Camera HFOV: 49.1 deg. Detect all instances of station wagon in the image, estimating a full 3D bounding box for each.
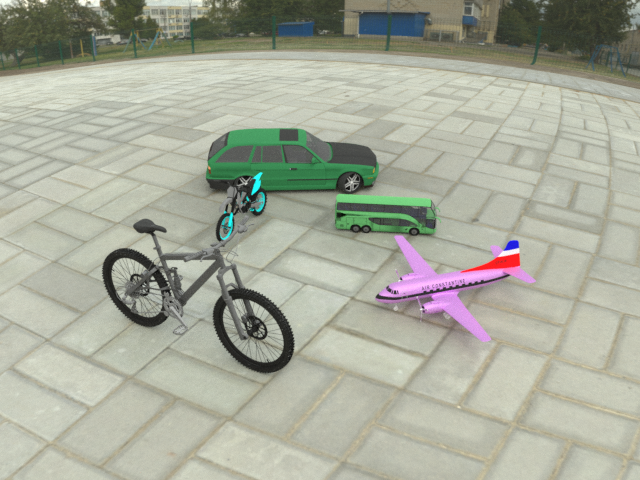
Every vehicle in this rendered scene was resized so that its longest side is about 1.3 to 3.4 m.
[{"bbox_3d":[-0.483,-1.475,12.625,3.105,0.920,1.327,-1,29,-2],"label":"station wagon"}]

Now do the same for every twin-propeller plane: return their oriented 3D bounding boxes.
[{"bbox_3d":[1.730,0.480,9.291,2.129,0.792,2.663,-9,31,-15],"label":"twin-propeller plane"}]

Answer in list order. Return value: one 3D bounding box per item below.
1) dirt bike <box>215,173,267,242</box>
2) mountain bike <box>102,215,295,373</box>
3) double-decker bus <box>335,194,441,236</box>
[{"bbox_3d":[-1.232,-0.576,11.095,0.527,0.857,1.493,13,32,22],"label":"dirt bike"},{"bbox_3d":[-1.536,0.563,8.232,2.857,1.688,1.114,16,33,26],"label":"mountain bike"},{"bbox_3d":[1.070,-0.404,11.113,1.672,0.541,0.389,3,30,6],"label":"double-decker bus"}]
